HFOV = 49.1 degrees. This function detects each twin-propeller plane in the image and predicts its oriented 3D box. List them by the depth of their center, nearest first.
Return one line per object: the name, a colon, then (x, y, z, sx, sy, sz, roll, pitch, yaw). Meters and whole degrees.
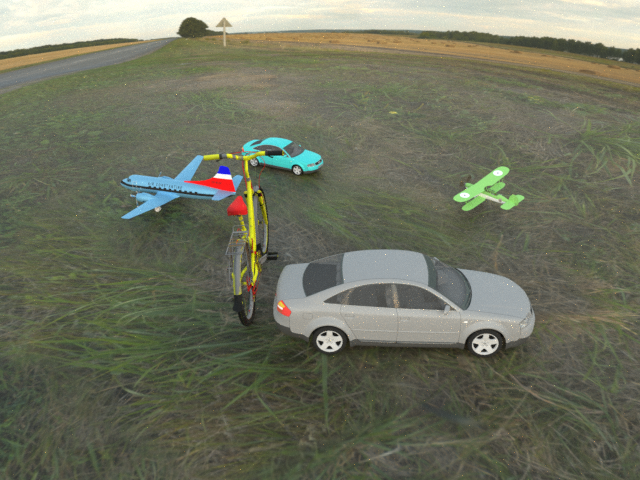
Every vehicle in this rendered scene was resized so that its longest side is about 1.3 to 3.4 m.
twin-propeller plane: (-2.383, -0.956, 11.594, 2.129, 0.792, 2.663, 8, 30, 15)

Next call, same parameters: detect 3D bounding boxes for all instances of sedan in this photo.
sedan: (1.005, 0.677, 8.437, 3.137, 0.940, 1.235, 1, 29, 2)
sedan: (-0.707, -1.618, 13.135, 1.613, 0.483, 0.635, 14, 31, 23)

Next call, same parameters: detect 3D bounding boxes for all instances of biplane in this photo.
biplane: (2.780, -0.743, 11.503, 1.336, 0.504, 1.090, -23, 36, -36)

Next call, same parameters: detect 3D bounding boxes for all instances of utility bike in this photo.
utility bike: (-0.994, -0.182, 9.076, 1.039, 1.839, 2.791, 1, 29, 2)
